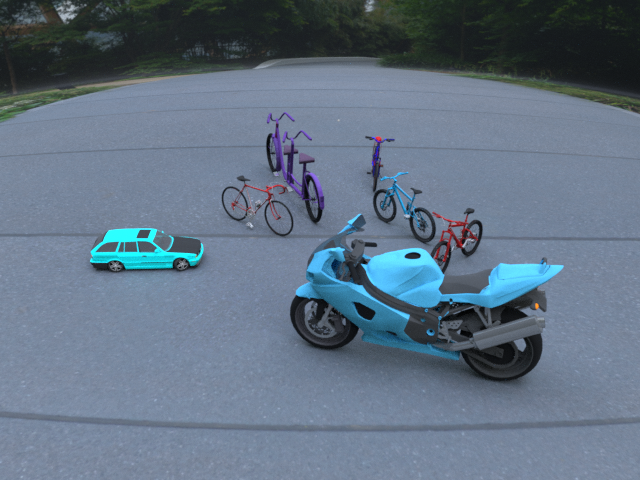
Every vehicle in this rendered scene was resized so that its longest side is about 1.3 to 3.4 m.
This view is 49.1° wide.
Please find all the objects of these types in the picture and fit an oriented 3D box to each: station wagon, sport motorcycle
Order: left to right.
[{"bbox_3d":[-2.519,0.116,10.252,1.597,0.473,0.682,-1,27,-2],"label":"station wagon"},{"bbox_3d":[1.065,0.707,7.825,2.955,1.596,0.983,8,28,15],"label":"sport motorcycle"}]

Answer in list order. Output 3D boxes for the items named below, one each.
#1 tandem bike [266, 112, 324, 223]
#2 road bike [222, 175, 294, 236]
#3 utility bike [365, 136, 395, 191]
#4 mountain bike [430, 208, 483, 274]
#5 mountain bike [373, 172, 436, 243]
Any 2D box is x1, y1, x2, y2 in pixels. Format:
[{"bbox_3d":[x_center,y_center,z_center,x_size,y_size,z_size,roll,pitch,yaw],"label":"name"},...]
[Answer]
[{"bbox_3d":[-0.498,-1.393,12.307,0.550,1.326,3.192,-9,28,-17],"label":"tandem bike"},{"bbox_3d":[-1.028,-0.585,11.227,1.545,0.852,0.358,19,32,33],"label":"road bike"},{"bbox_3d":[1.093,-1.525,12.994,0.535,0.946,1.435,1,27,3],"label":"utility bike"},{"bbox_3d":[1.972,-0.015,10.074,0.573,0.868,1.469,21,33,35],"label":"mountain bike"},{"bbox_3d":[1.328,-0.538,11.115,0.573,0.868,1.469,-18,32,-31],"label":"mountain bike"}]
